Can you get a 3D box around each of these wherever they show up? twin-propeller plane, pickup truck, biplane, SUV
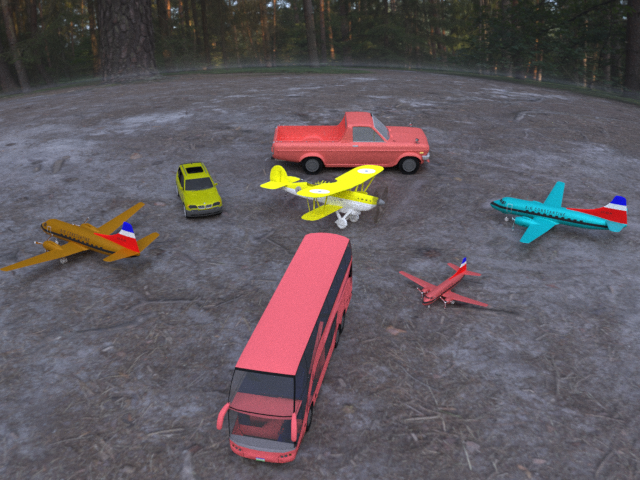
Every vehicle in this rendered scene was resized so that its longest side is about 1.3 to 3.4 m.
[{"bbox_3d":[3.773,-0.502,11.163,2.129,0.792,2.663,14,30,25],"label":"twin-propeller plane"},{"bbox_3d":[-3.451,-0.104,10.380,2.129,0.792,2.663,16,31,28],"label":"twin-propeller plane"},{"bbox_3d":[0.600,-1.957,13.802,3.117,0.993,1.244,0,27,0],"label":"pickup truck"},{"bbox_3d":[0.104,-0.786,11.513,2.120,0.981,2.598,14,30,25],"label":"biplane"},{"bbox_3d":[1.699,0.584,9.451,1.370,0.407,1.095,21,34,36],"label":"twin-propeller plane"},{"bbox_3d":[-2.131,-0.896,12.171,0.656,0.580,1.572,-8,28,-16],"label":"SUV"}]

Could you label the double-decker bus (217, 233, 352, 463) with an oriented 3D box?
[{"bbox_3d":[-0.234,1.066,7.792,0.756,1.052,3.251,6,28,11],"label":"double-decker bus"}]
